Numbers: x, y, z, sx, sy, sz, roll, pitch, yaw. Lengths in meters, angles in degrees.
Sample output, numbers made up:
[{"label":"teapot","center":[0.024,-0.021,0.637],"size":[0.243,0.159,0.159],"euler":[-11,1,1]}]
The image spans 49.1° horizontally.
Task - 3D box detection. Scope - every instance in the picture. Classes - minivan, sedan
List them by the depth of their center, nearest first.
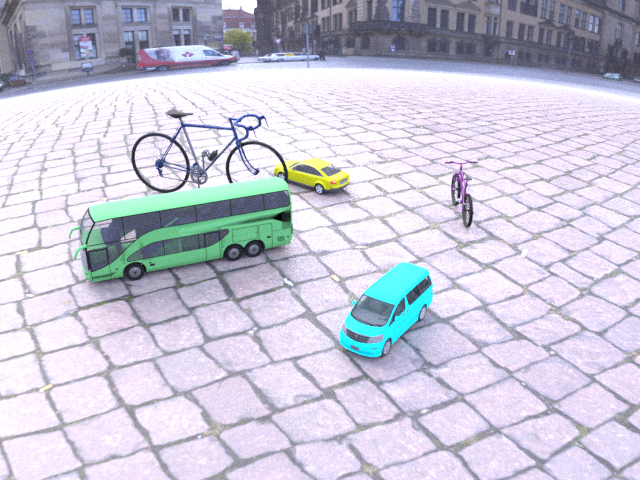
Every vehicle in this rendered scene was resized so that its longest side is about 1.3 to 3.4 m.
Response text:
[{"label":"minivan","center":[0.856,0.859,8.838],"size":[0.681,0.616,1.548],"euler":[17,31,31]},{"label":"sedan","center":[-0.180,-1.290,13.278],"size":[1.613,0.483,0.635],"euler":[20,33,34]}]

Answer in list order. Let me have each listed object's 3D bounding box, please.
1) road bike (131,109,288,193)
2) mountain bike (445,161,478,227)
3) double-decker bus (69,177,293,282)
[{"label":"road bike","center":[-2.009,-1.514,12.416],"size":[3.004,1.656,0.697],"euler":[7,27,13]},{"label":"mountain bike","center":[2.428,-0.831,11.932],"size":[0.573,0.868,1.469],"euler":[-1,27,-2]},{"label":"double-decker bus","center":[-1.998,-0.169,10.404],"size":[3.251,1.052,0.756],"euler":[-11,29,-21]}]
